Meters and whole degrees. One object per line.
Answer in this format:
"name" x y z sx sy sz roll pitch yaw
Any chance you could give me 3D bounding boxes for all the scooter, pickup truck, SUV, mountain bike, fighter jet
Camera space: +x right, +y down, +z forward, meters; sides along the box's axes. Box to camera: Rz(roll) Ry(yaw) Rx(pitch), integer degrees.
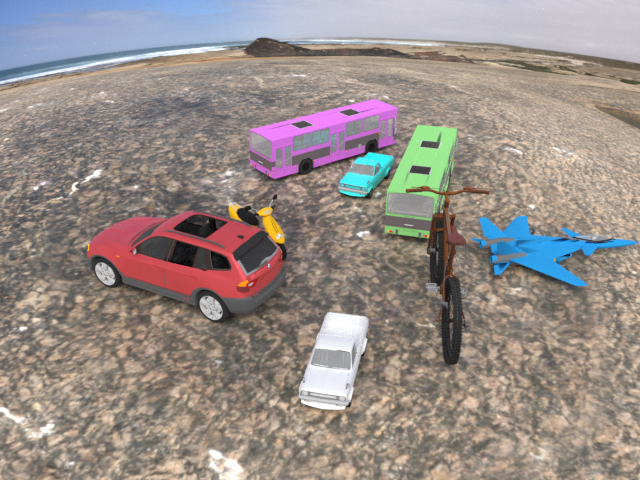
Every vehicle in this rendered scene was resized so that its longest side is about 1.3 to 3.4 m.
"scooter" -1.019 -0.268 11.140 0.662 0.919 1.399 -26 38 -38
"pickup truck" 0.908 -1.313 13.436 0.640 0.511 1.603 12 31 21
"SUV" -1.978 0.182 10.116 3.058 1.128 1.276 14 32 24
"pickup truck" 0.197 1.400 8.563 0.640 0.511 1.603 6 30 11
"mountain bike" 1.680 0.307 9.316 1.114 1.688 2.857 1 29 2
"fighter jet" 3.839 -0.009 11.046 2.640 0.557 2.229 -4 29 -7

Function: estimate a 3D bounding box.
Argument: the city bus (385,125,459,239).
"city bus" 1.878 -1.094 12.649 0.926 0.894 3.255 8 30 14

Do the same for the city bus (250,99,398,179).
"city bus" 0.140 -2.082 14.424 3.255 0.894 0.926 -20 35 -32
